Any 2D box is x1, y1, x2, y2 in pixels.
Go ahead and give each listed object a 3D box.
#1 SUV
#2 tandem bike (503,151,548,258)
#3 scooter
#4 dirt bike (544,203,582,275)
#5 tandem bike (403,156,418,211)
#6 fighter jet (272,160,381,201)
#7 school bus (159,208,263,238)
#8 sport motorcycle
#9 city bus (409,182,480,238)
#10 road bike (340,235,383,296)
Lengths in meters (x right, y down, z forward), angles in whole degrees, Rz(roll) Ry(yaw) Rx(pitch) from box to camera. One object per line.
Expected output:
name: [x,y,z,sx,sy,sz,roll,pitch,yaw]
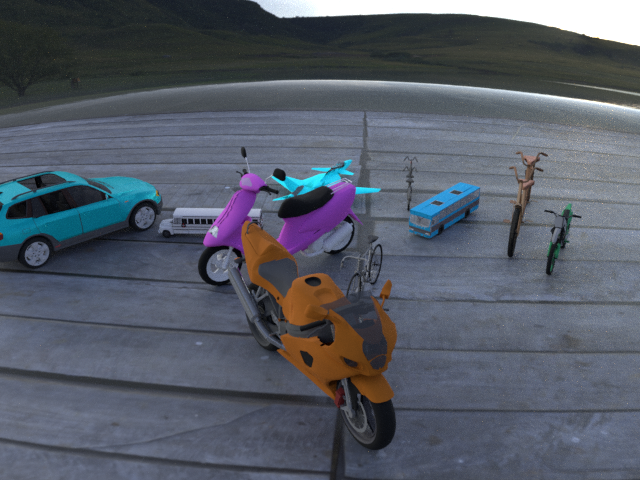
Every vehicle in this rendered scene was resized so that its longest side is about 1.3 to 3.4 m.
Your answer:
SUV: [-4.031,-0.534,11.241,1.276,1.128,3.058,22,33,39]
tandem bike: [3.408,-0.837,11.652,0.550,1.326,3.192,9,27,19]
scooter: [-0.540,-0.398,10.186,2.721,1.786,1.288,-15,29,-28]
dirt bike: [3.643,-0.078,10.597,0.527,0.857,1.493,13,28,25]
tandem bike: [1.663,-1.095,12.947,0.283,0.682,1.642,3,26,7]
fighter jet: [0.161,-1.310,13.547,2.229,0.557,2.640,10,27,20]
school bus: [-1.804,-0.286,11.530,1.708,0.434,0.365,1,25,2]
sport motorcycle: [-0.106,0.939,7.586,0.983,1.596,2.955,-15,29,-28]
city bus: [2.146,-0.509,11.970,0.476,0.460,1.674,20,32,35]
road bike: [0.618,0.422,9.548,0.358,0.852,1.545,10,27,20]
